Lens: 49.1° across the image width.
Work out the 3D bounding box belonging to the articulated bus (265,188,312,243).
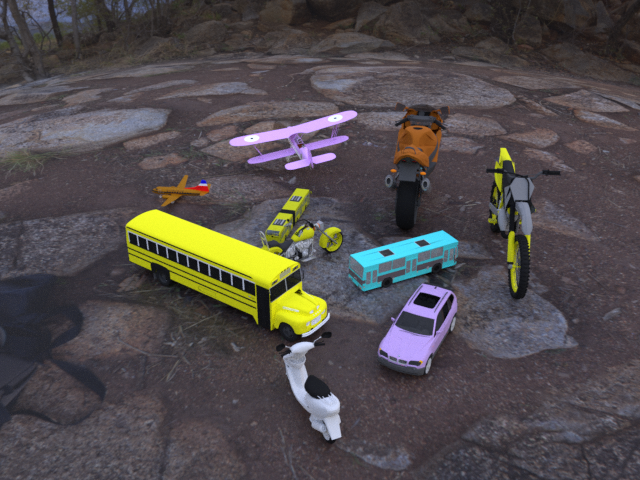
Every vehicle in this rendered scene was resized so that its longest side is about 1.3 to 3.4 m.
[{"bbox_3d":[-0.527,-0.410,11.922,0.311,0.289,1.749,7,30,13],"label":"articulated bus"}]

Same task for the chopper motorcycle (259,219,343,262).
[{"bbox_3d":[-0.288,0.010,10.667,1.563,0.761,0.466,-20,34,-32],"label":"chopper motorcycle"}]

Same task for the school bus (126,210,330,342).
[{"bbox_3d":[-1.346,0.435,9.809,3.322,0.844,0.709,19,34,31],"label":"school bus"}]

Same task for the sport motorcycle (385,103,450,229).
[{"bbox_3d":[1.680,-1.387,12.342,0.983,1.596,2.955,6,29,11],"label":"sport motorcycle"}]

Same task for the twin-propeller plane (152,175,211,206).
[{"bbox_3d":[-2.549,-0.932,12.749,1.095,0.407,1.370,4,29,7],"label":"twin-propeller plane"}]

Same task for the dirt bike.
[{"bbox_3d":[2.883,-0.420,10.511,1.024,1.666,2.903,2,29,4],"label":"dirt bike"}]

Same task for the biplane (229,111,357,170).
[{"bbox_3d":[-0.436,-1.835,13.798,2.598,0.981,2.120,-7,30,-13],"label":"biplane"}]

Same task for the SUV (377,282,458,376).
[{"bbox_3d":[1.271,1.087,8.895,0.656,0.580,1.572,14,32,24],"label":"SUV"}]

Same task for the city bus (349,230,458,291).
[{"bbox_3d":[1.254,0.317,10.421,1.674,0.460,0.476,-14,32,-24],"label":"city bus"}]

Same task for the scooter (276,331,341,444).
[{"bbox_3d":[-0.109,1.543,7.715,0.662,0.919,1.399,-12,31,-21],"label":"scooter"}]
